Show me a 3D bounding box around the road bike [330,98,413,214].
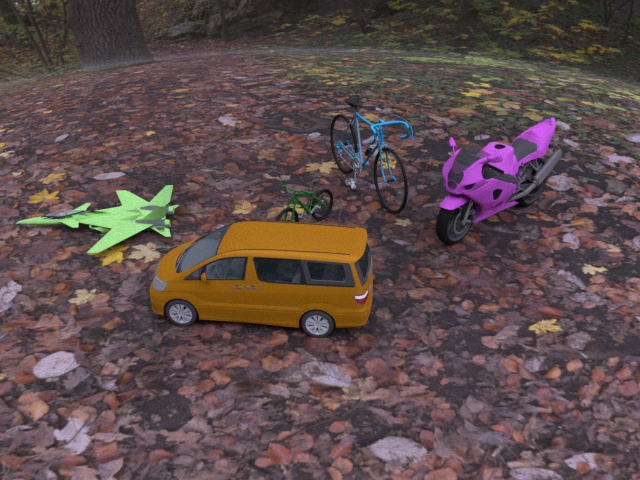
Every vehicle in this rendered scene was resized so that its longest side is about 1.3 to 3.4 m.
[{"bbox_3d":[0.827,-1.645,12.620,0.696,1.656,3.004,-12,32,-21],"label":"road bike"}]

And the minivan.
[{"bbox_3d":[-0.795,0.431,9.410,3.011,1.197,1.324,4,30,7],"label":"minivan"}]

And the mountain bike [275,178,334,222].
[{"bbox_3d":[-0.254,-0.562,11.503,0.573,0.868,1.469,22,36,34],"label":"mountain bike"}]

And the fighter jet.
[{"bbox_3d":[-3.753,-0.465,11.648,2.640,0.557,2.229,-1,29,-2],"label":"fighter jet"}]

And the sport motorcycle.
[{"bbox_3d":[2.932,-1.007,11.550,2.955,1.596,0.983,-24,37,-36],"label":"sport motorcycle"}]
